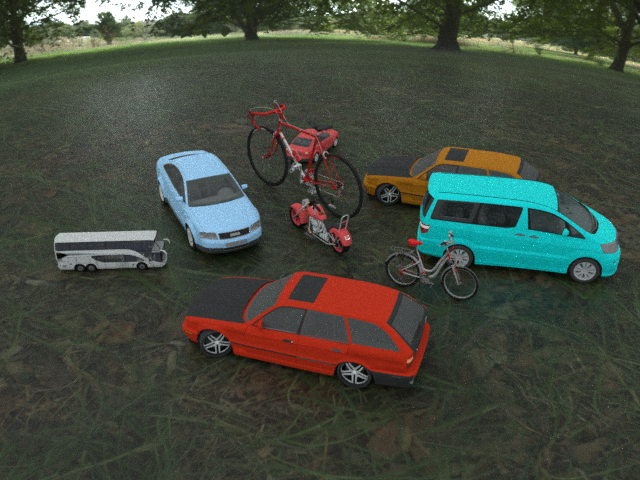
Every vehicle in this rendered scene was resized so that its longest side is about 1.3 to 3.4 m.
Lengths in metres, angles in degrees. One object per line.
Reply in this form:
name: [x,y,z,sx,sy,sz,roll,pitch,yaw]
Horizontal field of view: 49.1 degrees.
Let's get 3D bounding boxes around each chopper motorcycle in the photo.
chopper motorcycle: [-0.017,-0.332,11.275,0.466,0.761,1.563,-20,35,-30]

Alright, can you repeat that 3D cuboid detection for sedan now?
sedan: [-1.949,-0.810,11.932,1.235,0.940,3.137,-13,32,-22]
sedan: [-0.134,-2.059,14.577,0.635,0.483,1.613,14,33,23]

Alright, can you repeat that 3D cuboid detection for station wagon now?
station wagon: [-0.207,0.968,8.839,3.105,0.920,1.327,9,31,15]
station wagon: [2.333,-1.119,12.491,3.105,0.920,1.327,10,31,17]

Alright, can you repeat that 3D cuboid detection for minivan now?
minivan: [3.029,-0.248,10.688,3.011,1.197,1.324,6,30,10]

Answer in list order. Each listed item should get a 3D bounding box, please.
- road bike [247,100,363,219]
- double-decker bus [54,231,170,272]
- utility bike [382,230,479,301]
road bike: [-0.340,-1.447,12.325,0.697,1.656,3.004,-26,39,-37]
double-decker bus: [-3.141,0.161,10.634,1.672,0.541,0.389,-2,30,-3]
utility bike: [1.584,0.316,9.955,1.435,0.946,0.535,13,32,21]
